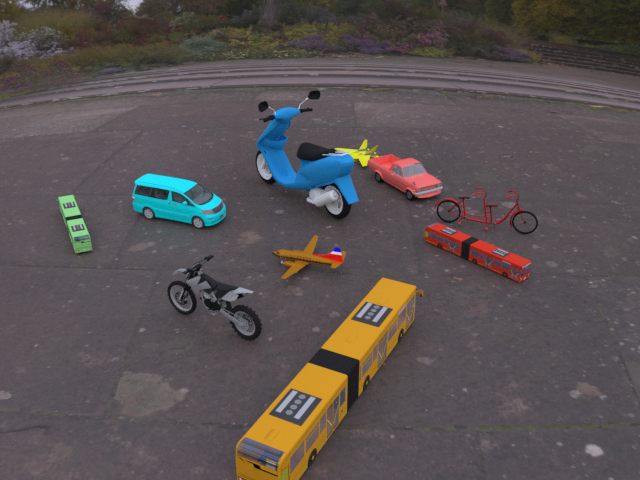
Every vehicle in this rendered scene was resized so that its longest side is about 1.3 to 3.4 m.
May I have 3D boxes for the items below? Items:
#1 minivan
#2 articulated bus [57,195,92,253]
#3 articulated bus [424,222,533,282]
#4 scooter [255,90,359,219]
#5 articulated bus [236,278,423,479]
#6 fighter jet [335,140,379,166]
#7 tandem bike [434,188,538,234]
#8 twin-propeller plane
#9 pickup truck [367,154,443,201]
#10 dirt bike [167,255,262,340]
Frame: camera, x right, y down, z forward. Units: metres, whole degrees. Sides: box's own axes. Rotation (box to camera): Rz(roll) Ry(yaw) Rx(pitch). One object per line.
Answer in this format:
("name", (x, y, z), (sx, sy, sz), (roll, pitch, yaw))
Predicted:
("minivan", (-2.313, -0.658, 11.521), (1.548, 0.616, 0.681), (10, 29, 19))
("articulated bus", (-3.907, -0.277, 11.138), (0.311, 0.289, 1.749), (-12, 30, -23))
("articulated bus", (2.288, 0.159, 10.289), (0.311, 0.289, 1.749), (-23, 35, -37))
("scooter", (-0.310, -1.498, 11.875), (1.288, 1.786, 2.721), (-20, 34, -34))
("articulated bus", (0.232, 1.409, 7.555), (0.605, 0.561, 3.401), (13, 30, 24))
("fighter jet", (0.492, -1.696, 13.903), (1.358, 0.286, 1.147), (-15, 31, -26))
("tandem bike", (2.640, -0.499, 11.138), (1.642, 0.682, 0.283), (10, 29, 18))
("twin-propeller plane", (-0.187, 0.216, 10.047), (1.095, 0.407, 1.370), (9, 29, 17))
("pickup truck", (1.524, -1.214, 12.719), (0.640, 0.511, 1.603), (-15, 31, -27))
("dirt bike", (-1.337, 0.700, 8.613), (1.493, 0.857, 0.527), (16, 31, 29))
